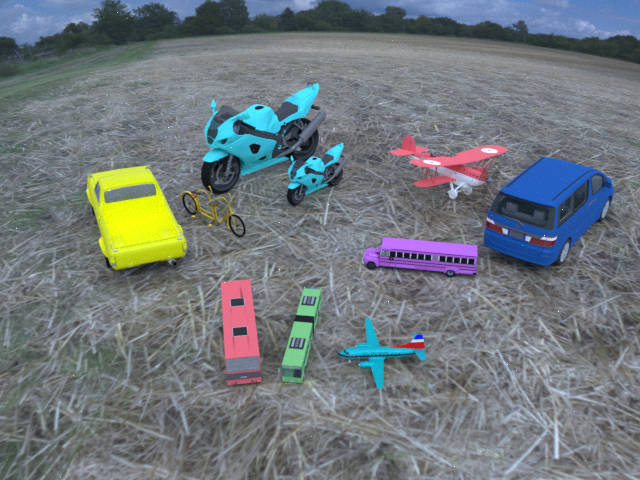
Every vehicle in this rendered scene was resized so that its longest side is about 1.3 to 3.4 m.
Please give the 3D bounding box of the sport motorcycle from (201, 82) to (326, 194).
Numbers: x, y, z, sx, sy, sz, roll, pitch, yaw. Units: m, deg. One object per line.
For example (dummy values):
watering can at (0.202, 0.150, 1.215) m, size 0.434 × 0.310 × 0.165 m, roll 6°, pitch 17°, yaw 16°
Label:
sport motorcycle at (-1.071, -1.949, 13.226) m, size 0.983 × 1.596 × 2.955 m, roll 26°, pitch 38°, yaw 37°

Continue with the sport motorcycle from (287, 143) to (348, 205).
sport motorcycle at (-0.073, -1.204, 12.702) m, size 0.506 × 0.821 × 1.520 m, roll 23°, pitch 37°, yaw 34°

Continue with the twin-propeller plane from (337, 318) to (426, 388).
twin-propeller plane at (0.759, 1.345, 8.654) m, size 1.095 × 0.407 × 1.370 m, roll -1°, pitch 30°, yaw -2°

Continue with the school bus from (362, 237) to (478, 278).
school bus at (1.498, 0.247, 10.551) m, size 1.708 × 0.434 × 0.365 m, roll 5°, pitch 30°, yaw 9°

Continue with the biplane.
biplane at (2.314, -1.383, 12.854) m, size 2.598 × 0.981 × 2.120 m, roll -25°, pitch 38°, yaw -36°

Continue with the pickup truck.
pickup truck at (-3.031, -0.500, 11.296) m, size 1.244 × 0.993 × 3.117 m, roll -12°, pitch 32°, yaw -19°

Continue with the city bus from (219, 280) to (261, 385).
city bus at (-1.023, 1.156, 8.931) m, size 0.476 × 0.460 × 1.674 m, roll -4°, pitch 30°, yaw -8°

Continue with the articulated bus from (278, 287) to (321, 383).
articulated bus at (-0.222, 1.184, 9.055) m, size 0.311 × 0.289 × 1.749 m, roll 4°, pitch 30°, yaw 7°

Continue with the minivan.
minivan at (3.819, -0.650, 11.353) m, size 1.324 × 1.197 × 3.011 m, roll 21°, pitch 36°, yaw 33°

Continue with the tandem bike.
tandem bike at (-1.814, -0.558, 11.712) m, size 1.642 × 0.682 × 0.283 m, roll 24°, pitch 38°, yaw 36°
